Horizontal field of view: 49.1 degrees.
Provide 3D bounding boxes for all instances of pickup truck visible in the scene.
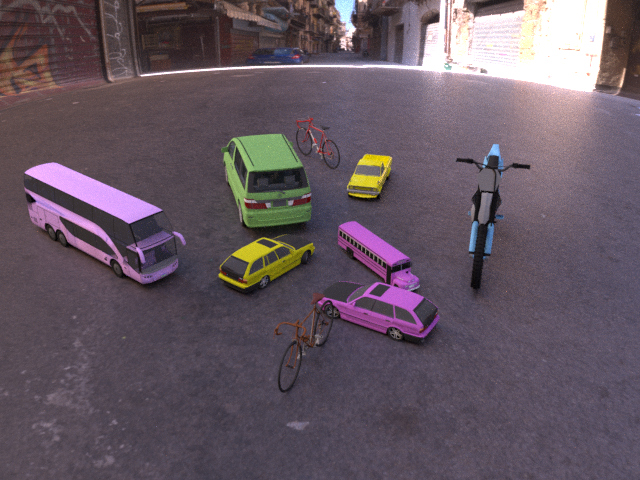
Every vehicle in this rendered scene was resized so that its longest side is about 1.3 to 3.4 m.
[{"bbox_3d":[0.958,-1.269,13.224,0.640,0.511,1.603,7,28,13],"label":"pickup truck"}]

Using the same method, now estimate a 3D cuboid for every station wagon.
[{"bbox_3d":[-0.752,0.240,10.355,0.682,0.473,1.597,21,34,34],"label":"station wagon"},{"bbox_3d":[0.745,0.845,9.188,1.597,0.473,0.682,16,31,28],"label":"station wagon"}]

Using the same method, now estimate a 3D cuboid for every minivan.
[{"bbox_3d":[-1.004,-1.234,12.412,1.324,1.197,3.011,-7,28,-13],"label":"minivan"}]

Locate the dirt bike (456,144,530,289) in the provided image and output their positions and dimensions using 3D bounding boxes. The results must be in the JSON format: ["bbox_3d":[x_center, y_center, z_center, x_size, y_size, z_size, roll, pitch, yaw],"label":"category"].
[{"bbox_3d":[2.528,-0.522,10.530,1.024,1.666,2.903,8,28,14],"label":"dirt bike"}]

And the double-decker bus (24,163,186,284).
[{"bbox_3d":[-3.399,-0.290,10.748,3.251,1.052,0.756,22,34,35],"label":"double-decker bus"}]

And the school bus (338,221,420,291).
[{"bbox_3d":[0.858,0.243,10.391,0.365,0.434,1.708,-15,31,-27],"label":"school bus"}]

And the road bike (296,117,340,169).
[{"bbox_3d":[-0.057,-2.004,14.272,0.358,0.852,1.545,-18,32,-31],"label":"road bike"}]

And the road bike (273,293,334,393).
[{"bbox_3d":[-0.144,1.121,8.245,0.358,0.852,1.545,12,30,21],"label":"road bike"}]
